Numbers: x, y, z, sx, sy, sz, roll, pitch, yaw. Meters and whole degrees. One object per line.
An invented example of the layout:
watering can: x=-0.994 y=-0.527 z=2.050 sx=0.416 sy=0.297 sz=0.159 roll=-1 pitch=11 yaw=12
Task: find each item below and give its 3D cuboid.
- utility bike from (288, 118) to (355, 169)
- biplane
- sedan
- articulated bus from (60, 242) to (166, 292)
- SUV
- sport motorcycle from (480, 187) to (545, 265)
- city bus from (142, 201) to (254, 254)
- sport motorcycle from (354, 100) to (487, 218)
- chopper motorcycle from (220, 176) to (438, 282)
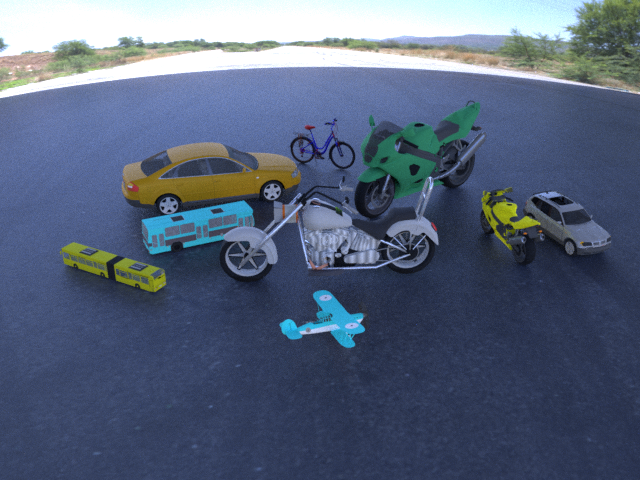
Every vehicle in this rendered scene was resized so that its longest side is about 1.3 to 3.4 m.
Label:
utility bike: x=0.042 y=-1.924 z=13.718 sx=1.435 sy=0.946 sz=0.535 roll=11 pitch=29 yaw=20
biplane: x=0.057 y=1.006 z=8.450 sx=1.090 sy=0.504 sz=1.336 roll=-9 pitch=28 yaw=-17
sedan: x=-1.876 y=-1.186 z=12.275 sx=3.137 sy=0.940 sz=1.235 roll=-9 pitch=28 yaw=-17
articulated bus: x=-2.949 y=0.375 z=9.928 sx=1.749 sy=0.289 sz=0.311 roll=14 pitch=30 yaw=25
SUV: x=3.837 y=-0.291 z=10.914 sx=0.656 sy=0.580 sz=1.572 roll=-10 pitch=29 yaw=-19
sport motorcycle: x=2.832 y=-0.243 z=10.554 sx=0.506 sy=0.821 sz=1.520 roll=-8 pitch=28 yaw=-14
city bus: x=-1.871 y=-0.185 z=10.838 sx=1.674 sy=0.460 sz=0.476 roll=-13 pitch=30 yaw=-23
sport motorcycle: x=1.711 y=-1.412 z=11.996 sx=2.955 sy=1.596 sz=0.983 roll=-21 pitch=34 yaw=-35
chopper motorcycle: x=0.130 y=-0.146 z=9.638 sx=3.040 sy=1.480 sz=0.906 roll=-1 pitch=27 yaw=-3
